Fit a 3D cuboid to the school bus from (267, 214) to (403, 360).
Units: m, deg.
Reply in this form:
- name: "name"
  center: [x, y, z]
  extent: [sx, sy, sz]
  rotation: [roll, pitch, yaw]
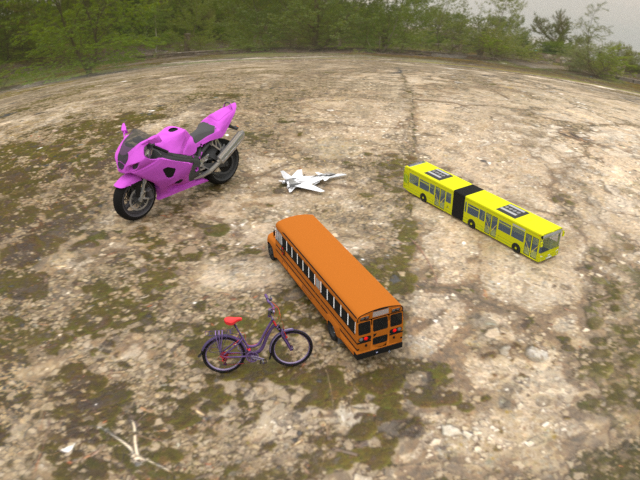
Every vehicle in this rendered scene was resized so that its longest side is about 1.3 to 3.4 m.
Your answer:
- name: "school bus"
  center: [0.074, 0.481, 10.034]
  extent: [0.709, 0.844, 3.322]
  rotation: [-12, 31, -21]

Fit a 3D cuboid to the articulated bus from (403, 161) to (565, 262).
- name: "articulated bus"
  center: [2.720, -0.577, 12.234]
  extent: [0.605, 0.561, 3.401]
  rotation: [-18, 34, -29]

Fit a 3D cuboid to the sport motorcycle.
- name: "sport motorcycle"
  center: [-2.571, -1.473, 12.784]
  extent: [0.983, 1.596, 2.955]
  rotation: [22, 36, 34]

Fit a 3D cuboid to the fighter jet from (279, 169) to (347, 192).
- name: "fighter jet"
  center: [-0.086, -1.255, 13.743]
  extent: [1.358, 0.286, 1.147]
  rotation: [-12, 31, -21]

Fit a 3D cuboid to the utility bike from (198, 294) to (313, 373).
- name: "utility bike"
  center: [-0.806, 1.182, 8.664]
  extent: [1.435, 0.946, 0.535]
  rotation: [-4, 29, -7]
